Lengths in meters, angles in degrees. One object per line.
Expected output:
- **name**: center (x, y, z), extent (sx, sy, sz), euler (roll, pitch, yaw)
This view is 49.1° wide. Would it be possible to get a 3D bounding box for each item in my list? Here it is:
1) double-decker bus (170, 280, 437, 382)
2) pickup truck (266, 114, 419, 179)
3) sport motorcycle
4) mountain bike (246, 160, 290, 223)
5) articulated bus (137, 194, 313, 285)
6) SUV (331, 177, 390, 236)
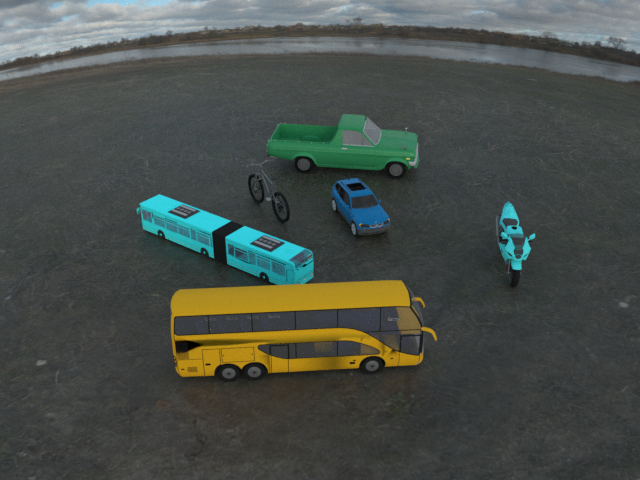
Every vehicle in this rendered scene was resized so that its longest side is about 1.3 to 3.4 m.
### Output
- **double-decker bus**: center (-0.212, 1.117, 8.809), extent (3.251, 1.052, 0.756), euler (-2, 30, -4)
- **pickup truck**: center (0.499, -2.012, 14.415), extent (3.117, 0.993, 1.244), euler (4, 30, 8)
- **sport motorcycle**: center (2.985, 0.061, 10.915), extent (0.506, 0.821, 1.520), euler (3, 30, 6)
- **mountain bike**: center (-0.935, -0.900, 12.571), extent (0.573, 0.868, 1.469), euler (-17, 34, -28)
- **articulated bus**: center (-1.600, -0.016, 11.316), extent (3.401, 0.561, 0.605), euler (20, 35, 31)
- **SUV**: center (0.697, -0.616, 12.362), extent (0.656, 0.580, 1.572), euler (-10, 31, -17)
